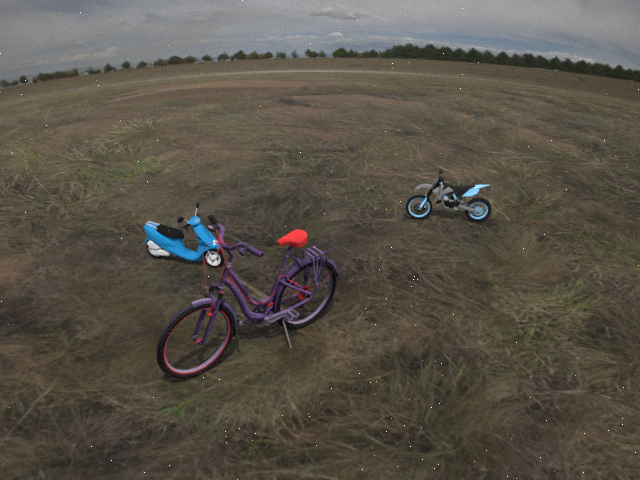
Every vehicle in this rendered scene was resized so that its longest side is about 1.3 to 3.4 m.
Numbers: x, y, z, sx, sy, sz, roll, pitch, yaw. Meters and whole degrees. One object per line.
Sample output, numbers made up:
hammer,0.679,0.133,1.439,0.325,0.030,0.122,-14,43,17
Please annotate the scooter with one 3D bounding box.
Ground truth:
scooter,-2.135,-0.062,10.819,1.399,0.919,0.662,8,28,16

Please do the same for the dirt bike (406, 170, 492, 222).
dirt bike,2.255,-0.722,12.199,1.493,0.857,0.527,2,27,5

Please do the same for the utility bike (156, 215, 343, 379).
utility bike,-0.705,0.608,8.462,2.791,1.839,1.039,-21,33,-35
